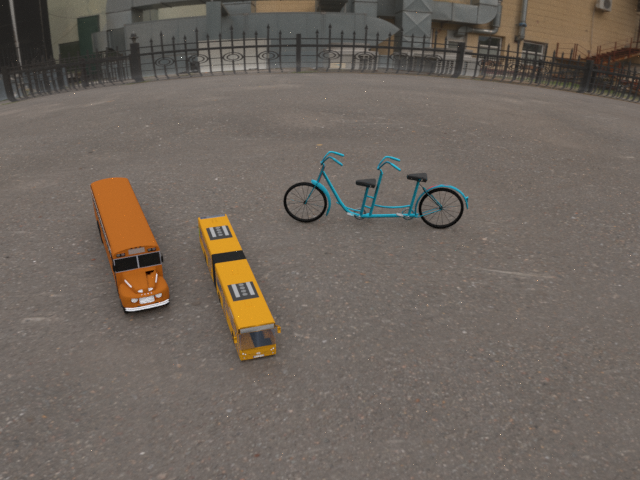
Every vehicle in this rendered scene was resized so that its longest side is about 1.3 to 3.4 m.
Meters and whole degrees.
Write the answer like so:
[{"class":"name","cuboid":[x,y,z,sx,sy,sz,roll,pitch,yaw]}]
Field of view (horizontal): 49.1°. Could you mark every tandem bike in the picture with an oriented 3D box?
[{"class":"tandem bike","cuboid":[0.947,-0.835,11.986,3.192,1.326,0.550,2,28,5]}]

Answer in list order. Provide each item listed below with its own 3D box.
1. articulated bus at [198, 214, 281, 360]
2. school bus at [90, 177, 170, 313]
[{"class":"articulated bus","cuboid":[-1.273,0.552,10.157,0.605,0.561,3.401,-8,29,-15]},{"class":"school bus","cuboid":[-3.007,-0.001,10.909,0.709,0.844,3.322,-11,30,-20]}]
